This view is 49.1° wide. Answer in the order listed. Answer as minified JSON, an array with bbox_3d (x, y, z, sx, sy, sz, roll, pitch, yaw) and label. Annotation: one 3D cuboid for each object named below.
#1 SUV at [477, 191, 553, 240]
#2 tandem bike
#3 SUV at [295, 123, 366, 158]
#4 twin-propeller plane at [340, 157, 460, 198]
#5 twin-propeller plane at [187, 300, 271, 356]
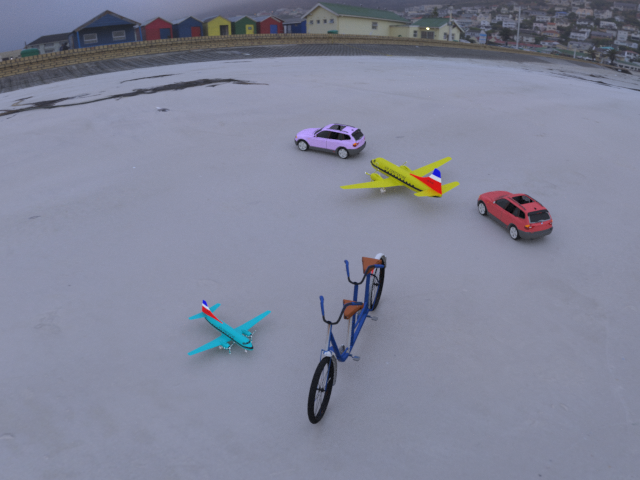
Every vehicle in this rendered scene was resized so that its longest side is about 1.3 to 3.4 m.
[{"bbox_3d":[3.370,-0.527,12.139,0.656,0.580,1.572,-11,31,-18],"label":"SUV"},{"bbox_3d":[0.417,0.910,8.806,0.550,1.326,3.192,10,31,17],"label":"tandem bike"},{"bbox_3d":[0.217,-2.207,15.144,1.572,0.580,0.656,14,32,23],"label":"SUV"},{"bbox_3d":[1.605,-1.276,13.262,2.663,0.792,2.129,-17,34,-28],"label":"twin-propeller plane"},{"bbox_3d":[-1.245,1.155,9.307,1.370,0.407,1.095,-26,38,-38],"label":"twin-propeller plane"}]
